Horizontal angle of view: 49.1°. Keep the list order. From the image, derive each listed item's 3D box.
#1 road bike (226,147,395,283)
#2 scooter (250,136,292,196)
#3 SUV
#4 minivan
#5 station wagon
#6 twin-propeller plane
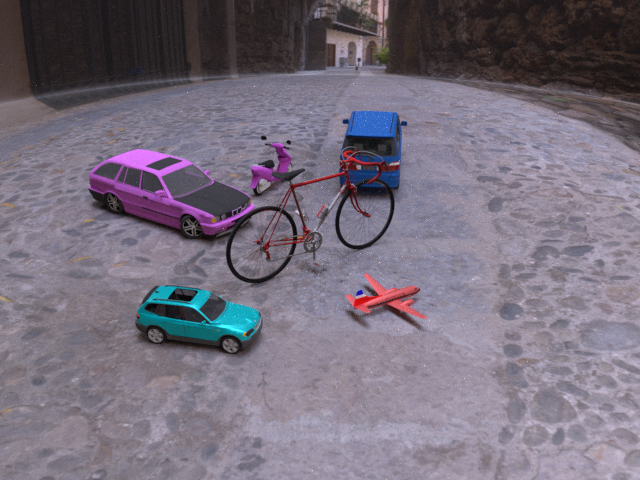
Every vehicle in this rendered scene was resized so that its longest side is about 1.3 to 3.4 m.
[{"bbox_3d":[-0.050,-0.385,10.178,3.004,1.656,0.696,-17,31,-31],"label":"road bike"},{"bbox_3d":[-0.900,-1.433,13.182,0.662,0.919,1.399,13,29,25],"label":"scooter"},{"bbox_3d":[-1.502,0.939,8.682,1.572,0.580,0.656,6,26,11],"label":"SUV"},{"bbox_3d":[1.053,-1.944,13.917,1.324,1.197,3.011,3,26,6],"label":"minivan"},{"bbox_3d":[-2.584,-0.881,12.042,3.105,0.920,1.327,16,30,30],"label":"station wagon"},{"bbox_3d":[0.904,0.729,9.313,1.095,0.407,1.370,-14,29,-27],"label":"twin-propeller plane"}]
